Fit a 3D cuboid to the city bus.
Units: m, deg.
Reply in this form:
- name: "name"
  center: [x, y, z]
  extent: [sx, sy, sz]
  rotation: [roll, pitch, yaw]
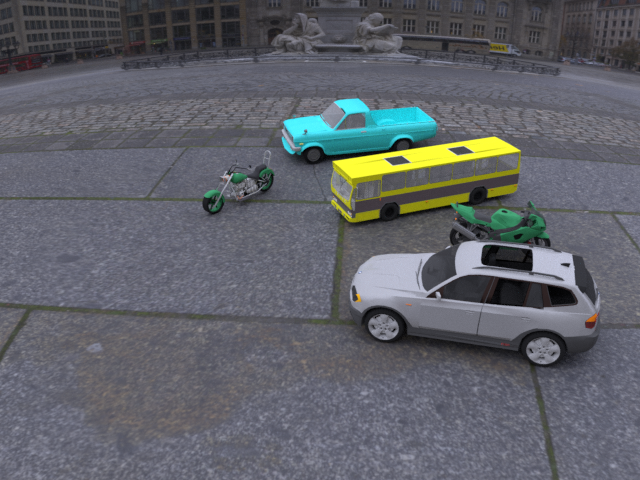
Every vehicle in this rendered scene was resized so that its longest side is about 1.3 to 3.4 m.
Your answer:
- name: "city bus"
  center: [1.835, -1.032, 12.029]
  extent: [3.255, 0.894, 0.926]
  rotation: [-11, 30, -19]

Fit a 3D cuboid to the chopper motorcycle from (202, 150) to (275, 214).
- name: "chopper motorcycle"
  center: [-1.398, -1.007, 12.123]
  extent: [0.466, 0.761, 1.563]
  rotation: [24, 36, 37]

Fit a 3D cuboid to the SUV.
- name: "SUV"
  center: [1.886, 0.628, 8.685]
  extent: [3.058, 1.128, 1.276]
  rotation: [7, 29, 13]

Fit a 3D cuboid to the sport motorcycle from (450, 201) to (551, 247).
- name: "sport motorcycle"
  center: [2.689, -0.154, 10.468]
  extent: [1.520, 0.821, 0.506]
  rotation: [6, 29, 11]

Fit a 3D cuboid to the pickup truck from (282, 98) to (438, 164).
- name: "pickup truck"
  center: [0.791, -2.321, 14.329]
  extent: [3.117, 0.993, 1.244]
  rotation: [-7, 29, -13]
